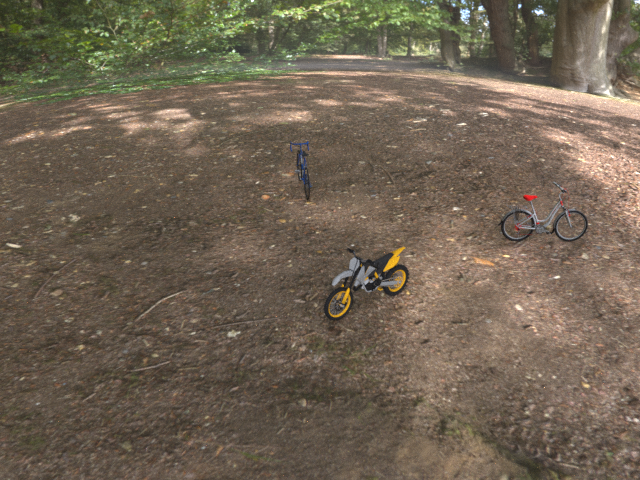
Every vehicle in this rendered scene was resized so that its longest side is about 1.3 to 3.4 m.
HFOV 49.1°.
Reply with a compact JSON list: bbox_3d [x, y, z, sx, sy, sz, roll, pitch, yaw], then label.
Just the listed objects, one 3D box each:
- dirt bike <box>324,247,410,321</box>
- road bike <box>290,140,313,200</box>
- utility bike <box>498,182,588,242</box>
[{"bbox_3d":[0.653,0.526,9.335,1.493,0.857,0.527,-19,32,-33],"label":"dirt bike"},{"bbox_3d":[-0.318,-1.345,13.075,0.358,0.852,1.545,-4,27,-9],"label":"road bike"},{"bbox_3d":[3.561,-0.435,11.153,1.435,0.946,0.535,0,27,1],"label":"utility bike"}]
